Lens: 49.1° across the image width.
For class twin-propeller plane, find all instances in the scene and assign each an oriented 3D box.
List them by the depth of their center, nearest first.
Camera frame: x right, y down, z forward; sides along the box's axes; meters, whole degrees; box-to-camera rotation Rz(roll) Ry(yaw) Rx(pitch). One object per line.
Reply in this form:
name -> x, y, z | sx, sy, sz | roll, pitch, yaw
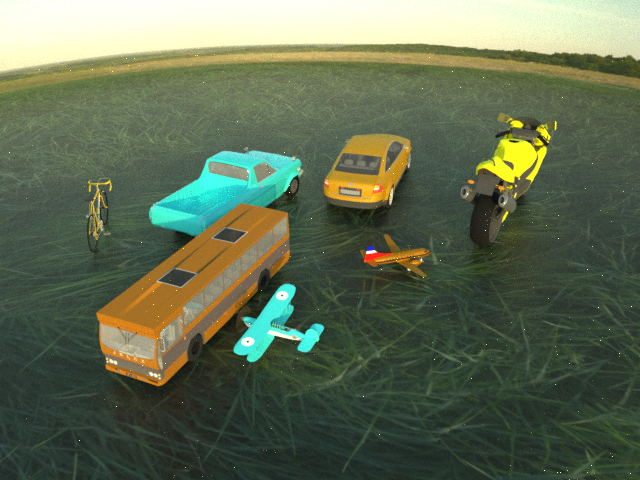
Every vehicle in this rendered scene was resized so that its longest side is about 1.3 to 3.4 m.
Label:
twin-propeller plane -> 1.165, 0.203, 10.407 | 1.095, 0.407, 1.370 | -9, 29, -17

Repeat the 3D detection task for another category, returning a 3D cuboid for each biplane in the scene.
biplane -> -0.513, 1.111, 8.583 | 1.090, 0.504, 1.336 | 12, 30, 22

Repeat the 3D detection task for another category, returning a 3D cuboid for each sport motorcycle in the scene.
sport motorcycle -> 3.093, -1.043, 11.494 | 0.983, 1.596, 2.955 | 15, 31, 26

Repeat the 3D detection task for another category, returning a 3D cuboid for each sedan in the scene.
sedan -> 0.952, -1.469, 13.006 | 1.235, 0.940, 3.137 | 8, 29, 15

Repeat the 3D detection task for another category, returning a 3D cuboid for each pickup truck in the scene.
pickup truck -> -1.487, -0.900, 11.871 | 1.244, 0.993, 3.117 | 14, 31, 24

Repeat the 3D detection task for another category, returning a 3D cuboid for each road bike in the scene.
road bike -> -3.543, -0.431, 11.133 | 0.358, 0.852, 1.545 | -2, 28, -5

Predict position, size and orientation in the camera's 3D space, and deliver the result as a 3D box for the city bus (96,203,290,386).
city bus -> -1.478, 0.594, 9.145 | 0.926, 0.894, 3.255 | 12, 30, 21
